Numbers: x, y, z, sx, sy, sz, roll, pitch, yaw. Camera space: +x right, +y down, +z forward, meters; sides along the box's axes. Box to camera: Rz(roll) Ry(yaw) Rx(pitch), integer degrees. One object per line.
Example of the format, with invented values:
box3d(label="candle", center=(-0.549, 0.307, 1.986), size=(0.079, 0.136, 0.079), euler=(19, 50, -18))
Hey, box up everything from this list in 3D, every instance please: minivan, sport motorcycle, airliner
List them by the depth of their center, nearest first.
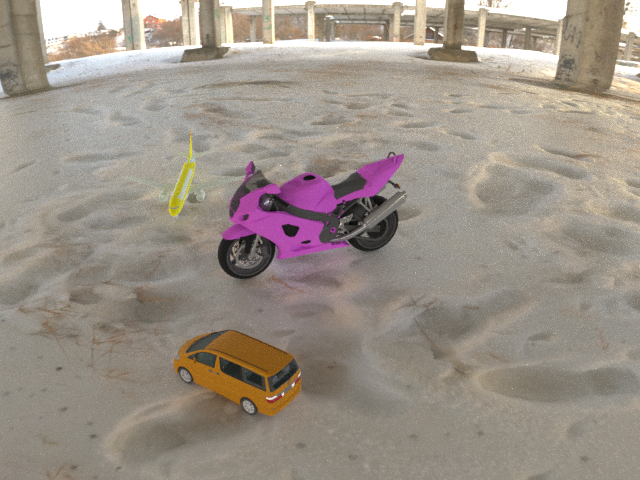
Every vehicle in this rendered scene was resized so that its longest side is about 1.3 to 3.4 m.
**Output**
box3d(label="minivan", center=(-0.969, 1.403, 7.896), size=(1.548, 0.616, 0.681), euler=(18, 33, 30))
box3d(label="sport motorcycle", center=(-0.092, -0.371, 10.216), size=(2.955, 1.596, 0.983), euler=(-12, 30, -22))
box3d(label="airliner", center=(-2.470, -1.210, 12.628), size=(2.257, 0.835, 2.541), euler=(-1, 28, -1))
